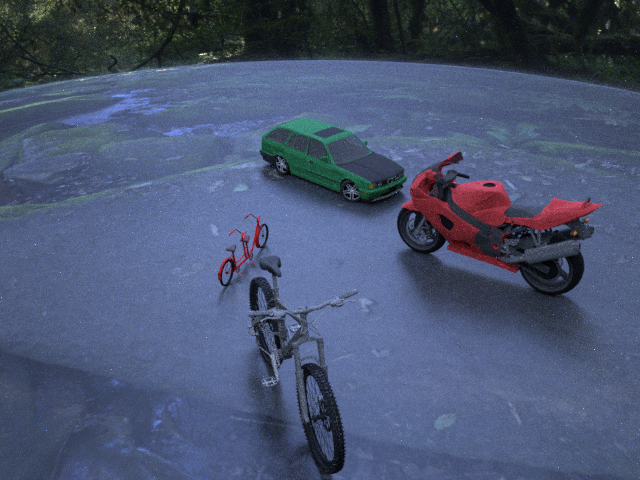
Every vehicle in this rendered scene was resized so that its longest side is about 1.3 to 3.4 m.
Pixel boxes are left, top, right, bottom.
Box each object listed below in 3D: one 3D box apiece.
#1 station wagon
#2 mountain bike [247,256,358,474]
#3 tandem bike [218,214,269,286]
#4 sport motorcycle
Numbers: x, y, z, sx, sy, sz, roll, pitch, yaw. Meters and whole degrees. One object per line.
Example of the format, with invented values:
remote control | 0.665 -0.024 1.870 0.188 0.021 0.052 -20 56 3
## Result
station wagon | 0.222 -1.618 13.402 1.327 0.920 3.105 -25 37 -39
mountain bike | -0.332 1.102 7.493 1.114 1.688 2.857 -10 30 -19
tandem bike | -1.130 0.089 10.459 0.283 0.682 1.642 10 30 18
sport motorcycle | 2.432 -0.236 10.095 2.955 1.596 0.983 19 33 31
